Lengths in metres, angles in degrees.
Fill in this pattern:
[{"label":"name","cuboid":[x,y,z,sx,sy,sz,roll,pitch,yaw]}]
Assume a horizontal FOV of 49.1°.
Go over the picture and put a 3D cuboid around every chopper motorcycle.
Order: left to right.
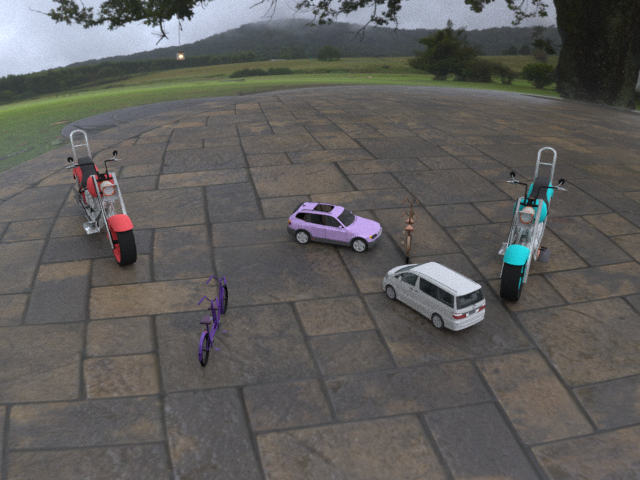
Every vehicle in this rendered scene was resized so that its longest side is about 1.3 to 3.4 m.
[{"label":"chopper motorcycle","cuboid":[-3.602,-0.751,11.511,0.906,1.480,3.040,-13,29,-26]},{"label":"chopper motorcycle","cuboid":[3.172,-0.312,10.590,0.906,1.480,3.040,11,27,21]}]

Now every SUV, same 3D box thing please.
[{"label":"SUV","cuboid":[0.240,-0.250,11.506,1.572,0.580,0.656,8,27,17]}]

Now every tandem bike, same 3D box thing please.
[{"label":"tandem bike","cuboid":[-1.348,0.946,8.876,0.283,0.682,1.642,2,26,4]},{"label":"tandem bike","cuboid":[1.448,-0.208,11.299,0.283,0.682,1.642,4,26,8]}]

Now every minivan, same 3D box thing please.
[{"label":"minivan","cuboid":[1.517,0.665,9.543,0.681,0.616,1.548,-17,30,-31]}]
